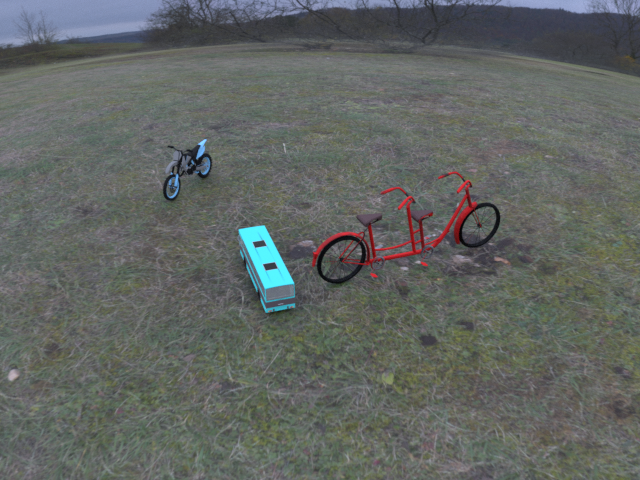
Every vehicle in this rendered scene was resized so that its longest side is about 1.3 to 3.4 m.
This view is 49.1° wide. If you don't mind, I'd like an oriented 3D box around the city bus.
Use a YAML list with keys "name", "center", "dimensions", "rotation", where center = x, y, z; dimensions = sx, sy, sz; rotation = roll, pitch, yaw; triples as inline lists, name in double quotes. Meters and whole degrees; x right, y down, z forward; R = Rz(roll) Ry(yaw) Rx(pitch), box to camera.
- name: "city bus"
  center: [-0.781, 0.404, 10.017]
  dimensions: [0.476, 0.460, 1.674]
  rotation: [-9, 32, -15]

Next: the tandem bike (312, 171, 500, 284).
- name: "tandem bike"
  center: [1.343, -0.199, 10.185]
  dimensions: [3.192, 1.326, 0.550]
  rotation: [-13, 33, -21]

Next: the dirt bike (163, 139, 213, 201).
- name: "dirt bike"
  center: [-2.364, -1.313, 12.523]
  dimensions: [0.527, 0.857, 1.493]
  rotation: [13, 33, 21]
